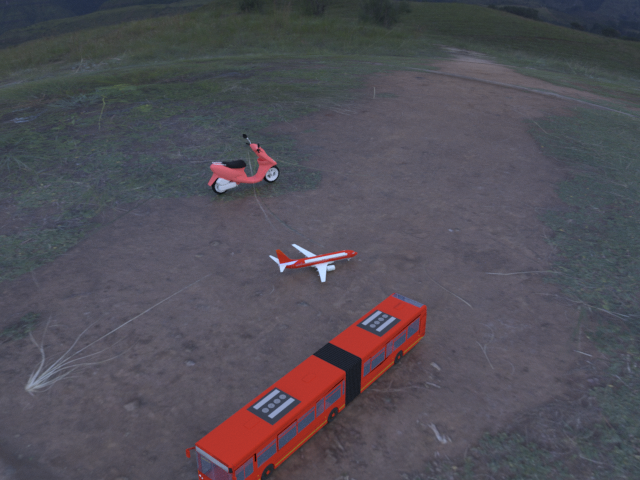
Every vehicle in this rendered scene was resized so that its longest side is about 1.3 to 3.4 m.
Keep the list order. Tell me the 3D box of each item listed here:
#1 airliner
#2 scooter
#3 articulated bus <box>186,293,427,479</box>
[{"bbox_3d":[-0.043,0.212,10.161,1.307,0.429,1.161,-12,31,-20],"label":"airliner"},{"bbox_3d":[-1.353,-1.346,12.511,1.399,0.919,0.662,-16,32,-26],"label":"scooter"},{"bbox_3d":[0.055,1.551,7.563,0.605,0.561,3.401,21,35,34],"label":"articulated bus"}]
